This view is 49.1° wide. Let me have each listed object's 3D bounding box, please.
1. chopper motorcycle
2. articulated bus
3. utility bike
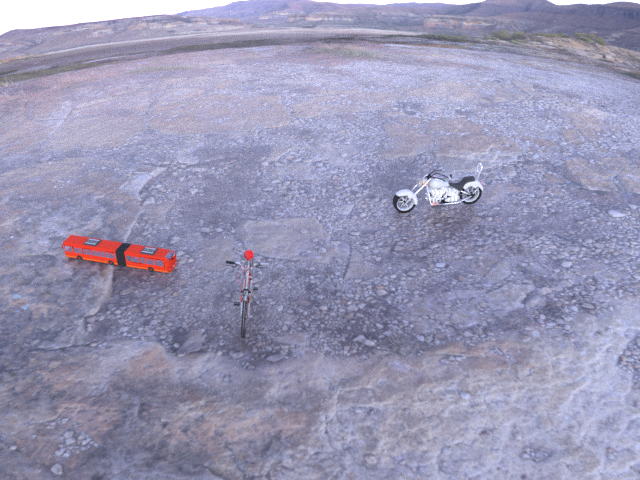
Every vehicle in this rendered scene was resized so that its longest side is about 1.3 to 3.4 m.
[{"bbox_3d":[1.988,-0.869,11.685,1.563,0.761,0.466,-6,32,-10],"label":"chopper motorcycle"},{"bbox_3d":[-2.985,0.203,10.400,1.749,0.289,0.311,8,33,13],"label":"articulated bus"},{"bbox_3d":[-0.922,0.570,9.180,0.535,0.946,1.435,-1,32,-2],"label":"utility bike"}]
